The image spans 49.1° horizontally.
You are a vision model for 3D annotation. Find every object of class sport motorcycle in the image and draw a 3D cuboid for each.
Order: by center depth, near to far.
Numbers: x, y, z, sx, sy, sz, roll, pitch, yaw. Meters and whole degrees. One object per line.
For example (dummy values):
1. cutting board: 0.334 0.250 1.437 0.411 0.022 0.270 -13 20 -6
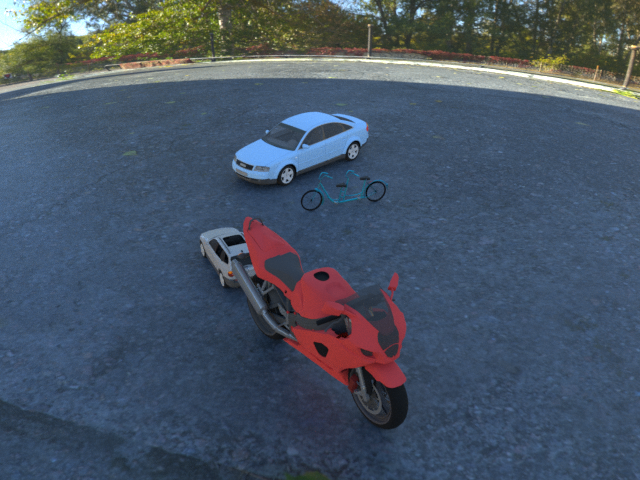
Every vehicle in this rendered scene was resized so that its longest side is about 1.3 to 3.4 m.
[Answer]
1. sport motorcycle: -0.021 0.890 8.062 0.983 1.596 2.955 -20 34 -32

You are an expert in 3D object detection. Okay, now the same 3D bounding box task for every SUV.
1. SUV: -1.324 0.165 10.454 0.656 0.580 1.572 -13 31 -22

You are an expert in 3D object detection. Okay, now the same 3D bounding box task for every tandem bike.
1. tandem bike: 0.445 -0.904 12.309 1.642 0.682 0.283 -9 30 -16

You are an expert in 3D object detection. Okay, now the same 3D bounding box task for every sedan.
1. sedan: -0.349 -1.943 13.945 3.137 0.940 1.235 -25 37 -38
